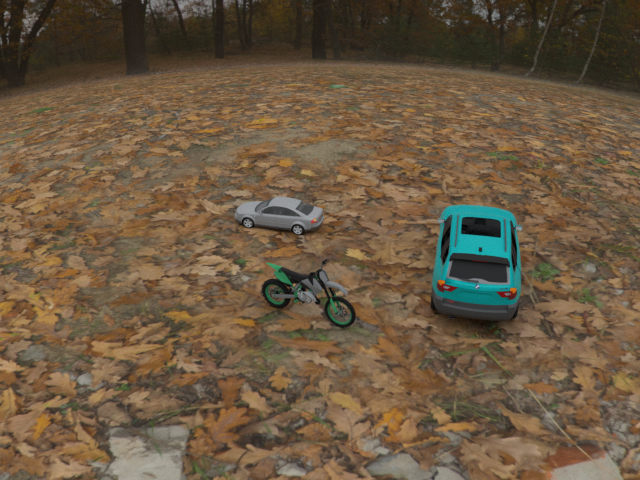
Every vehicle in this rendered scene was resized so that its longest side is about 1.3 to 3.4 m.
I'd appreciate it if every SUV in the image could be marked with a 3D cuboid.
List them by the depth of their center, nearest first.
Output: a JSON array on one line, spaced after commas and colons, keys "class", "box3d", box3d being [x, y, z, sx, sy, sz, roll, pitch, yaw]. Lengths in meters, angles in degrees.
[{"class": "SUV", "box3d": [2.378, 0.115, 10.553, 1.276, 1.128, 3.058, 6, 29, 11]}]

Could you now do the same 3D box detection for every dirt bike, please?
[{"class": "dirt bike", "box3d": [-0.172, 0.706, 9.733, 1.493, 0.857, 0.527, 14, 31, 25]}]

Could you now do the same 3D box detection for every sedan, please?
[{"class": "sedan", "box3d": [-0.732, -0.487, 12.369, 1.613, 0.483, 0.635, 8, 29, 14]}]
